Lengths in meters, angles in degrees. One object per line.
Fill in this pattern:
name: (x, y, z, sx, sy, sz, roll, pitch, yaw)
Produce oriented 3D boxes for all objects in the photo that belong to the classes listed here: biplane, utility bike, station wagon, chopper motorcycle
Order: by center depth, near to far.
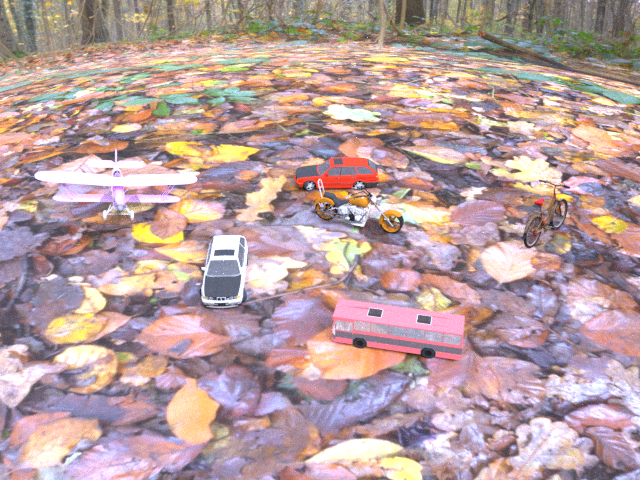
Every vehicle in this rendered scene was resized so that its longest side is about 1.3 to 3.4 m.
station wagon: (-1.402, 0.403, 10.355, 0.682, 0.473, 1.597, -1, 30, -2)
utility bike: (3.646, -0.465, 11.374, 0.535, 0.946, 1.435, 26, 39, 37)
chopper motorcycle: (0.640, -0.567, 11.732, 1.563, 0.761, 0.466, 10, 32, 17)
biplane: (-3.479, -0.968, 12.201, 2.598, 0.981, 2.120, -8, 31, -14)
station wagon: (0.305, -1.274, 13.227, 1.597, 0.473, 0.682, -1, 30, -2)

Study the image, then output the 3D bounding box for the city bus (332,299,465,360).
city bus: (1.009, 1.168, 9.058, 1.674, 0.460, 0.476, 7, 31, 12)
